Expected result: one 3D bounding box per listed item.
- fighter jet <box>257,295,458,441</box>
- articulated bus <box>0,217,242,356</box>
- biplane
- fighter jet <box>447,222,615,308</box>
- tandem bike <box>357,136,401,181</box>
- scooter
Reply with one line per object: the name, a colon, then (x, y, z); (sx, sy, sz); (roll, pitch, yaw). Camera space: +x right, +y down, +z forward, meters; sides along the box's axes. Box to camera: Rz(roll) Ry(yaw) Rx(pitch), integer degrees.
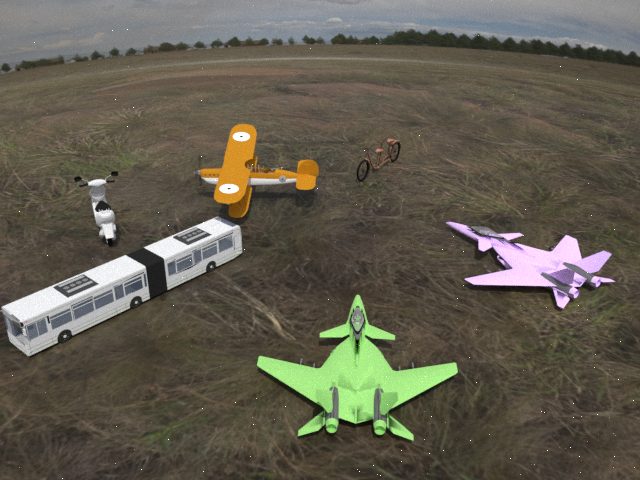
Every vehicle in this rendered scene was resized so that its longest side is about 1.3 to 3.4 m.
fighter jet: (0.424, 1.176, 7.960); (2.229, 0.557, 2.640); (1, 28, 3)
articulated bus: (-2.453, 0.508, 9.238); (0.605, 0.561, 3.401); (23, 35, 37)
biplane: (-1.081, -1.077, 11.827); (2.120, 0.981, 2.598); (1, 28, 1)
fighter jet: (2.789, 0.063, 10.097); (2.229, 0.557, 2.640); (-19, 33, -32)
tandem bike: (1.134, -1.628, 13.208); (0.283, 0.682, 1.642); (17, 32, 30)
scooter: (-3.388, -0.540, 10.864); (0.662, 0.919, 1.399); (-11, 29, -20)
